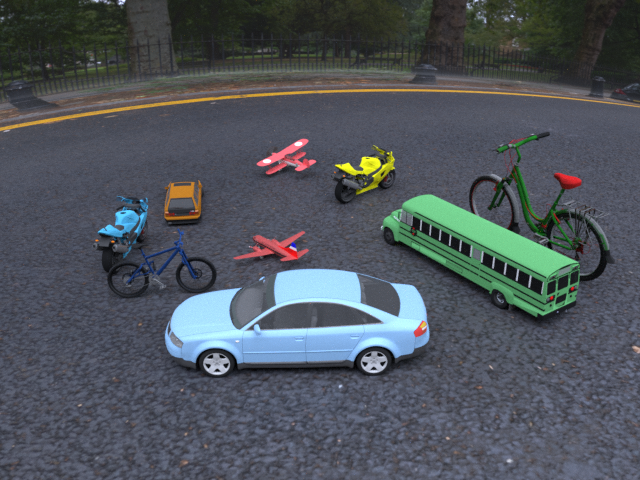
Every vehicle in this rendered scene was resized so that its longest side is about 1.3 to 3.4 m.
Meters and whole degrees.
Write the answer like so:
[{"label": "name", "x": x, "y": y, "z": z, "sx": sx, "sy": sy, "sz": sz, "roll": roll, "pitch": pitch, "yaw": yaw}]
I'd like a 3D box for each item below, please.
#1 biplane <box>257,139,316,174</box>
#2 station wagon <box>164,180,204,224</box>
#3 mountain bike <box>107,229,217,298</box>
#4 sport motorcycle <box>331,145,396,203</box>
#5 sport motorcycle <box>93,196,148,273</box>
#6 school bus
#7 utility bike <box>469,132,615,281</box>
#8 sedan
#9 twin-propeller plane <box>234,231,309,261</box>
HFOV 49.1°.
[{"label": "biplane", "x": -0.611, "y": -1.563, "z": 13.853, "sx": 1.090, "sy": 0.504, "sz": 1.336, "roll": 22, "pitch": 34, "yaw": 38}, {"label": "station wagon", "x": -2.393, "y": -0.774, "z": 12.288, "sx": 0.682, "sy": 0.473, "sz": 1.597, "roll": -3, "pitch": 26, "yaw": -7}, {"label": "mountain bike", "x": -2.155, "y": 0.373, "z": 9.513, "sx": 1.469, "sy": 0.868, "sz": 0.573, "roll": -4, "pitch": 26, "yaw": -7}, {"label": "sport motorcycle", "x": 0.838, "y": -1.191, "z": 12.739, "sx": 1.520, "sy": 0.821, "sz": 0.506, "roll": -21, "pitch": 33, "yaw": -36}, {"label": "sport motorcycle", "x": -2.945, "y": -0.118, "z": 10.564, "sx": 0.506, "sy": 0.821, "sz": 1.520, "roll": 4, "pitch": 27, "yaw": 8}, {"label": "school bus", "x": 2.128, "y": 0.109, "z": 10.077, "sx": 0.709, "sy": 0.844, "sz": 3.322, "roll": -17, "pitch": 31, "yaw": -31}, {"label": "utility bike", "x": 3.119, "y": -0.530, "z": 10.248, "sx": 1.039, "sy": 1.839, "sz": 2.791, "roll": -16, "pitch": 30, "yaw": -28}, {"label": "sedan", "x": -0.272, "y": 0.907, "z": 8.349, "sx": 3.137, "sy": 0.940, "sz": 1.235, "roll": -1, "pitch": 26, "yaw": -1}, {"label": "twin-propeller plane", "x": -0.692, "y": 0.076, "z": 10.637, "sx": 1.370, "sy": 0.407, "sz": 1.095, "roll": -22, "pitch": 34, "yaw": -37}]
